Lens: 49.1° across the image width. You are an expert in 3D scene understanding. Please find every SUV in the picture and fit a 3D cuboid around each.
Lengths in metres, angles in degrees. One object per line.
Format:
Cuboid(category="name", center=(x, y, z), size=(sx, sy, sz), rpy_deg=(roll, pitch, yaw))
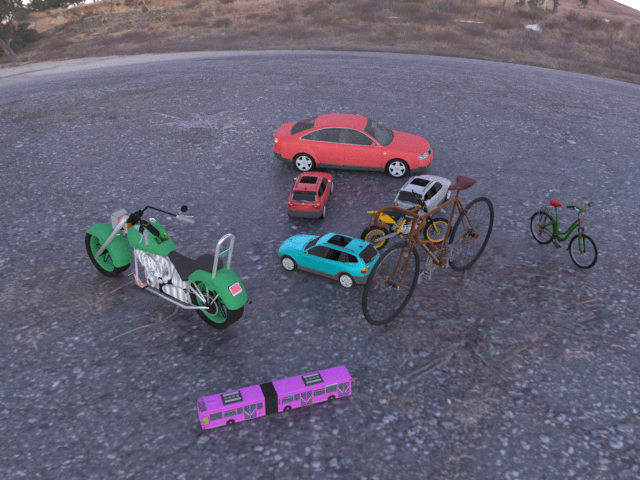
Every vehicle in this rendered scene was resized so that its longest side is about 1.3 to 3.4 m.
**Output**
Cuboid(category="SUV", center=(-0.161, -0.874, 12.214), size=(0.656, 0.580, 1.572), rpy_deg=(4, 30, 8))
Cuboid(category="SUV", center=(1.783, -0.817, 12.113), size=(0.656, 0.580, 1.572), rpy_deg=(15, 32, 24))
Cuboid(category="SUV", center=(0.124, 0.203, 10.292), size=(1.572, 0.580, 0.656), rpy_deg=(15, 33, 25))

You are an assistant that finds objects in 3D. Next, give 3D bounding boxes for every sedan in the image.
Cuboid(category="sedan", center=(0.645, -1.918, 13.710), size=(3.137, 0.940, 1.235), rpy_deg=(5, 30, 8))

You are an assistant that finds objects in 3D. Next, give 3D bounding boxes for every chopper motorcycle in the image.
Cuboid(category="chopper motorcycle", center=(-2.184, 0.177, 9.418), size=(3.040, 1.480, 0.906), rpy_deg=(21, 35, 32))

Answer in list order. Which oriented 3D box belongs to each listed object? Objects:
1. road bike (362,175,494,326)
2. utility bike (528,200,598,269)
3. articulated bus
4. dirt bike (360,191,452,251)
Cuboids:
Cuboid(category="road bike", center=(1.568, 0.032, 9.498), size=(0.696, 1.656, 3.004), rpy_deg=(25, 38, 37))
Cuboid(category="utility bike", center=(3.749, -0.214, 10.663), size=(0.535, 0.946, 1.435), rpy_deg=(-14, 32, -24))
Cuboid(category="articulated bus", center=(-0.478, 1.751, 7.828), size=(1.749, 0.289, 0.311), rpy_deg=(-10, 31, -17))
Cuboid(category="dirt bike", center=(1.348, -0.254, 10.824), size=(1.493, 0.857, 0.527), rpy_deg=(-6, 30, -11))
